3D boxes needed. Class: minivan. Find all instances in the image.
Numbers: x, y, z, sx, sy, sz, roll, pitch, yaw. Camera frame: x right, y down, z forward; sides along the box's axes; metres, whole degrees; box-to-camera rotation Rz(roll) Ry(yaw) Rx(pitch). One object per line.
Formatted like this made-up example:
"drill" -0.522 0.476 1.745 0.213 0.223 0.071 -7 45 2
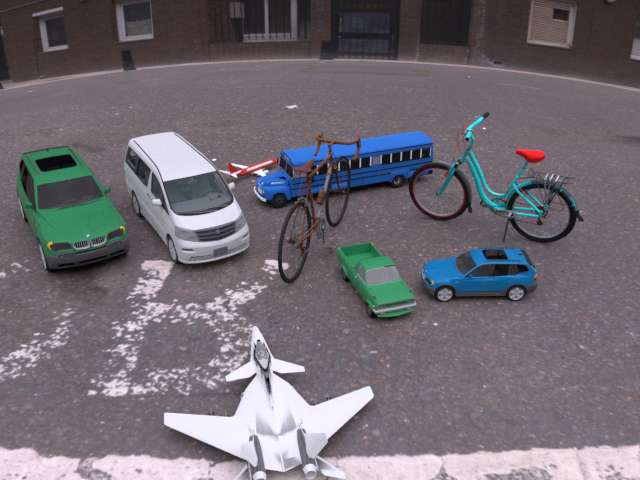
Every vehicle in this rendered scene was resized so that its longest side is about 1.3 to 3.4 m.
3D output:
"minivan" -2.184 -0.726 11.144 1.324 1.197 3.011 -15 32 -26

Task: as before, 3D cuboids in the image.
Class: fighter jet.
"fighter jet" -0.564 1.539 7.566 2.229 0.557 2.640 -5 28 -10

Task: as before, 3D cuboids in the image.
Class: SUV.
"SUV" 2.183 0.439 9.609 1.572 0.580 0.656 -1 28 -1
"SUV" -3.972 -0.595 10.971 1.276 1.128 3.058 -15 31 -26

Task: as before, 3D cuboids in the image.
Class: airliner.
"airliner" -1.266 -1.443 13.309 1.161 0.429 1.307 23 36 37

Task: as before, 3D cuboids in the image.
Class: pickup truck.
"pickup truck" 0.742 0.478 9.610 0.640 0.511 1.603 -9 29 -16

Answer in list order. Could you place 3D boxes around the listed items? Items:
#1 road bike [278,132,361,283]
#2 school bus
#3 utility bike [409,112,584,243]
"road bike" -0.023 -0.592 10.403 0.696 1.656 3.004 10 30 18
"school bus" 0.441 -1.303 12.604 3.322 0.844 0.709 -11 30 -20
"utility bike" 2.661 -0.894 10.775 2.791 1.839 1.039 14 31 24
